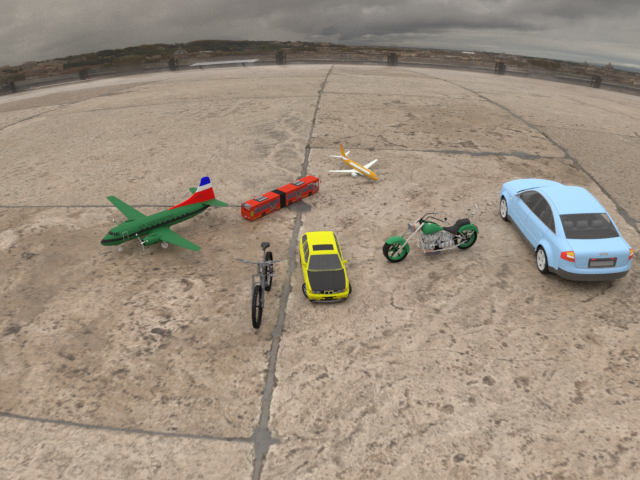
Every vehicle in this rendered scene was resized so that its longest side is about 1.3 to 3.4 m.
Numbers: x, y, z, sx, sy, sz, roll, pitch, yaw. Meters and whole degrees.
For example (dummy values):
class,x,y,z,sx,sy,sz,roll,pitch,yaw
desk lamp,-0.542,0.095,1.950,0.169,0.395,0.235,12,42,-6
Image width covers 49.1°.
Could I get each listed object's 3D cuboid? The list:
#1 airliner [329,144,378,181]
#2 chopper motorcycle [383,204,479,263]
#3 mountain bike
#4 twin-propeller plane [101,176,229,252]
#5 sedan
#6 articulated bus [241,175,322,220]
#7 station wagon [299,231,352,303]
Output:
class,x,y,z,sx,sy,sz,roll,pitch,yaw
airliner,0.740,-1.503,13.662,1.161,0.429,1.307,-16,32,-29
chopper motorcycle,1.700,-0.105,10.614,1.563,0.761,0.466,-9,29,-16
mountain bike,-0.766,0.510,9.314,0.573,0.868,1.469,2,28,4
twin-propeller plane,-2.542,-0.409,11.165,2.129,0.792,2.663,-24,36,-38
sedan,3.735,-0.371,10.931,1.235,0.940,3.137,-2,28,-4
articulated bus,-0.670,-0.761,12.386,0.311,0.289,1.749,23,35,36
station wagon,0.046,0.327,10.094,0.682,0.473,1.597,-3,28,-5
